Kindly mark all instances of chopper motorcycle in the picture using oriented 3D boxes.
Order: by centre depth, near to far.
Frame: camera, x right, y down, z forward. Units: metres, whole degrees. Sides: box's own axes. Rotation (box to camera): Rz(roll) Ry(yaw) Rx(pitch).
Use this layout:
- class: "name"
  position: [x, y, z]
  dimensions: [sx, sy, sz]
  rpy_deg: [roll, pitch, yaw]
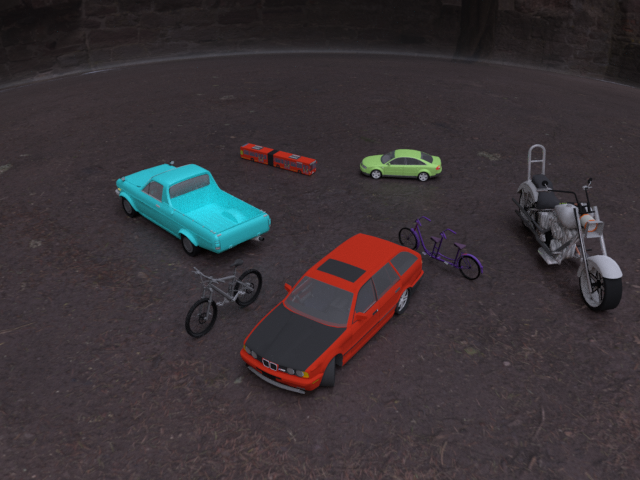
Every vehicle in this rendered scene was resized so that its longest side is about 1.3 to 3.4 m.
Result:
- class: "chopper motorcycle"
  position: [3.769, -0.258, 10.682]
  dimensions: [0.906, 1.480, 3.040]
  rpy_deg: [-4, 30, -8]

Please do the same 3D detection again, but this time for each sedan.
- class: "sedan"
  position: [1.606, -1.522, 13.898]
  dimensions: [1.613, 0.483, 0.635]
  rpy_deg: [3, 30, 6]

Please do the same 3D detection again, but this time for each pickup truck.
- class: "pickup truck"
  position: [-2.228, -0.652, 11.861]
  dimensions: [1.244, 0.993, 3.117]
  rpy_deg: [-26, 38, -37]

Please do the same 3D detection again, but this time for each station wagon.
- class: "station wagon"
  position: [0.241, 0.811, 9.375]
  dimensions: [1.327, 0.920, 3.105]
  rpy_deg: [18, 35, 29]

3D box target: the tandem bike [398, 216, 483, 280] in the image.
- class: "tandem bike"
  position: [1.853, 0.088, 10.881]
  dimensions: [0.283, 0.682, 1.642]
  rpy_deg: [-25, 38, -37]

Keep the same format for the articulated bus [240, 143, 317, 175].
- class: "articulated bus"
  position: [-0.864, -1.660, 14.336]
  dimensions: [1.749, 0.289, 0.311]
  rpy_deg: [17, 34, 27]

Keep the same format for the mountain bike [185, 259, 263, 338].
- class: "mountain bike"
  position: [-1.303, 0.723, 9.581]
  dimensions: [0.573, 0.868, 1.469]
  rpy_deg: [21, 36, 32]
